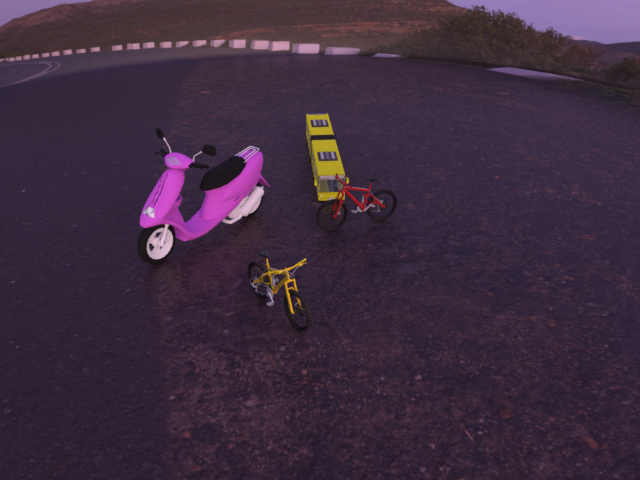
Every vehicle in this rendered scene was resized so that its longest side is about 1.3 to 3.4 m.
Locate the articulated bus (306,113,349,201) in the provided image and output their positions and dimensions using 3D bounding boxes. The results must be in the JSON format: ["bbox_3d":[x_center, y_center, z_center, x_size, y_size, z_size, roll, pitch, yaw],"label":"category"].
[{"bbox_3d":[0.068,-1.695,13.660,0.605,0.561,3.401,-2,29,-4],"label":"articulated bus"}]

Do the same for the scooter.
[{"bbox_3d":[-1.784,-0.841,10.837,1.288,1.786,2.721,21,35,33],"label":"scooter"}]

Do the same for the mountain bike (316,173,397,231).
[{"bbox_3d":[0.611,-0.628,11.401,1.469,0.868,0.573,-12,31,-21],"label":"mountain bike"}]

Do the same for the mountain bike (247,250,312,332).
[{"bbox_3d":[-0.562,0.598,9.174,0.573,0.868,1.469,-20,34,-31],"label":"mountain bike"}]
